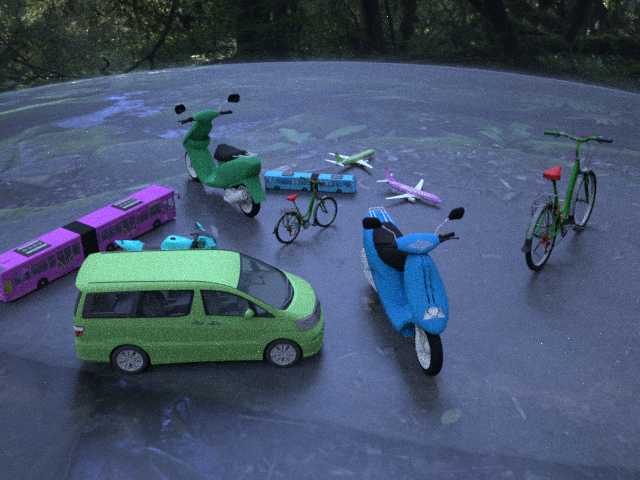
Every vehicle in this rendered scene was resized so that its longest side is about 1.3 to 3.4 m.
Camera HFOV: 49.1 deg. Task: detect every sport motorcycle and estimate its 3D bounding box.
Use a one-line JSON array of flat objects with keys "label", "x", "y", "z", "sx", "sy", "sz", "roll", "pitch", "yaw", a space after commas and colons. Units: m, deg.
[{"label": "sport motorcycle", "x": -2.124, "y": 0.253, "z": 10.101, "sx": 1.520, "sy": 0.821, "sz": 0.506, "roll": -6, "pitch": 29, "yaw": -11}]

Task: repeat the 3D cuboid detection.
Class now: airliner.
[{"label": "airliner", "x": 0.719, "y": -1.752, "z": 14.286, "sx": 1.161, "sy": 0.429, "sz": 1.307, "roll": 24, "pitch": 36, "yaw": 37}, {"label": "airliner", "x": 1.685, "y": -0.985, "z": 12.844, "sx": 1.307, "sy": 0.429, "sz": 1.161, "roll": 23, "pitch": 35, "yaw": 36}]

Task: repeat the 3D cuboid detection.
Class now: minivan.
[{"label": "minivan", "x": -1.453, "y": 0.803, "z": 8.666, "sx": 3.011, "sy": 1.197, "sz": 1.324, "roll": -2, "pitch": 28, "yaw": -3}]

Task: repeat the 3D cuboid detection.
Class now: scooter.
[{"label": "scooter", "x": 1.047, "y": 0.319, "z": 8.948, "sx": 1.288, "sy": 1.786, "sz": 2.721, "roll": -6, "pitch": 29, "yaw": -12}, {"label": "scooter", "x": -1.790, "y": -1.564, "z": 12.488, "sx": 1.288, "sy": 1.786, "sz": 2.721, "roll": -19, "pitch": 34, "yaw": -32}]

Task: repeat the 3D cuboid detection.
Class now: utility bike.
[{"label": "utility bike", "x": -0.265, "y": -0.524, "z": 11.428, "sx": 1.435, "sy": 0.946, "sz": 0.535, "roll": -24, "pitch": 36, "yaw": -38}, {"label": "utility bike", "x": 3.705, "y": -0.707, "z": 10.821, "sx": 1.039, "sy": 1.839, "sz": 2.791, "roll": 21, "pitch": 34, "yaw": 34}]

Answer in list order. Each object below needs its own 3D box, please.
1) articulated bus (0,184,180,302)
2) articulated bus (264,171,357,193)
[{"label": "articulated bus", "x": -3.585, "y": -0.042, "z": 10.932, "sx": 0.605, "sy": 0.561, "sz": 3.401, "roll": 17, "pitch": 33, "yaw": 29}, {"label": "articulated bus", "x": -0.191, "y": -1.095, "z": 13.201, "sx": 1.749, "sy": 0.289, "sz": 0.311, "roll": 4, "pitch": 28, "yaw": 7}]
